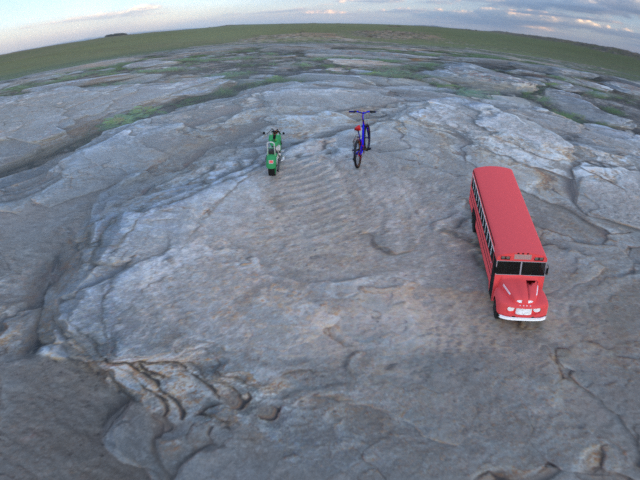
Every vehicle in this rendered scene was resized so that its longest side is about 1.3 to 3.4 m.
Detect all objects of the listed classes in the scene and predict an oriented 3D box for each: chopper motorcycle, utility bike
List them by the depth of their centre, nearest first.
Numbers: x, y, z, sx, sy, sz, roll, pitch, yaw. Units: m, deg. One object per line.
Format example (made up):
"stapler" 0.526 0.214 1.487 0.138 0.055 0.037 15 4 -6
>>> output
"chopper motorcycle" -0.864 -1.796 13.374 0.466 0.761 1.563 1 31 2
"utility bike" 0.768 -2.009 13.553 0.535 0.946 1.435 8 31 13

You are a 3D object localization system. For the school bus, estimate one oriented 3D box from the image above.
"school bus" 2.731 -0.028 10.298 0.709 0.844 3.322 2 31 3
